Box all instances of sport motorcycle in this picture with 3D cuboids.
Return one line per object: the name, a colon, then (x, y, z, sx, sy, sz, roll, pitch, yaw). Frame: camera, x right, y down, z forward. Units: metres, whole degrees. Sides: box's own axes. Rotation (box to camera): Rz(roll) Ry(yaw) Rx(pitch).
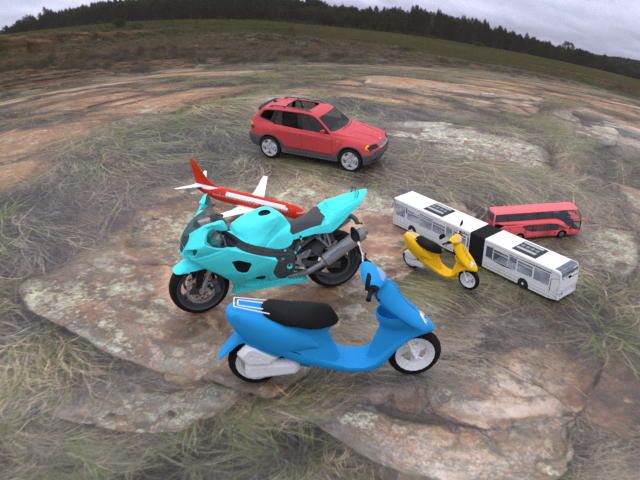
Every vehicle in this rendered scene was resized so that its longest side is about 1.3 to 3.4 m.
sport motorcycle: (-0.709, 0.132, 9.968, 2.955, 1.596, 0.983, -10, 30, -19)

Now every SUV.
SUV: (-0.038, -2.361, 15.135, 3.058, 1.128, 1.276, 12, 30, 22)

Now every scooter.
scooter: (0.140, 0.919, 8.293, 2.721, 1.786, 1.288, -2, 28, -4)
scooter: (1.820, 0.169, 10.619, 1.399, 0.919, 0.662, 21, 35, 34)

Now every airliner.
airliner: (-1.326, -0.881, 12.675, 2.541, 0.835, 2.257, 13, 31, 23)

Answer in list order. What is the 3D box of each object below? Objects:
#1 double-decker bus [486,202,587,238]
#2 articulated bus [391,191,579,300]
double-decker bus: (3.671, -0.320, 11.935, 1.672, 0.541, 0.389, -4, 28, -8)
articulated bus: (2.519, 0.012, 11.293, 0.605, 0.561, 3.401, -21, 35, -34)
